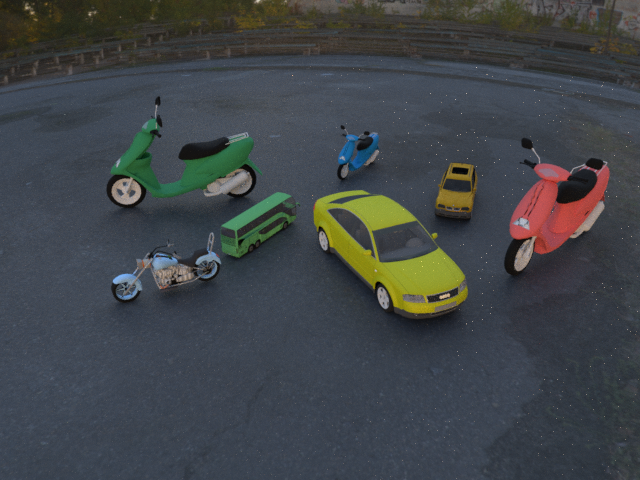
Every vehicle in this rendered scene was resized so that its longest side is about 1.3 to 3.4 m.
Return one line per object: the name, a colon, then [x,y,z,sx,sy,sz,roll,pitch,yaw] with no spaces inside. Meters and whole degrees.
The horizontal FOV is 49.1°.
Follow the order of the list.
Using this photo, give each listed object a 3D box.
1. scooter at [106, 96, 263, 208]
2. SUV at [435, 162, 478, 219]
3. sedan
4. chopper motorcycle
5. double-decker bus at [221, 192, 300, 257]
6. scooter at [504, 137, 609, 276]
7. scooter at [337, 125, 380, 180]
scooter: [-2.373,-1.471,12.124,2.721,1.786,1.288,-6,29,-11]
SUV: [2.423,-0.894,12.326,0.656,0.580,1.572,8,30,13]
sedan: [0.955,0.033,10.267,1.235,0.940,3.137,-13,31,-23]
chopper motorcycle: [-2.152,0.382,9.818,1.563,0.761,0.466,-13,31,-22]
double-decker bus: [-0.945,-0.281,11.252,0.389,0.541,1.672,17,33,28]
scooter: [3.660,-0.631,10.596,2.721,1.786,1.288,-25,37,-37]
scooter: [0.754,-1.774,13.575,0.662,0.919,1.399,20,34,31]
